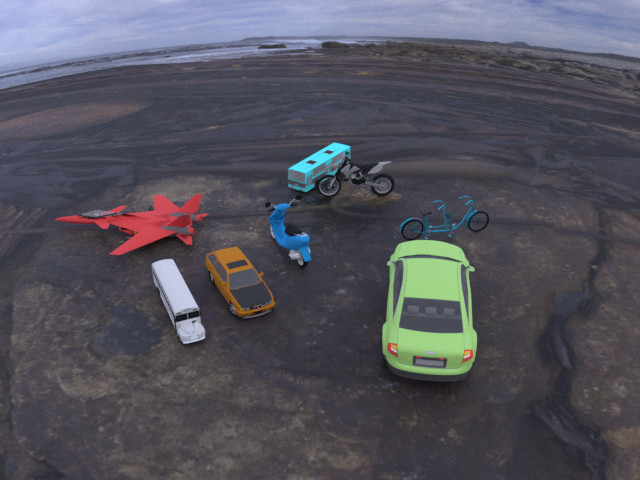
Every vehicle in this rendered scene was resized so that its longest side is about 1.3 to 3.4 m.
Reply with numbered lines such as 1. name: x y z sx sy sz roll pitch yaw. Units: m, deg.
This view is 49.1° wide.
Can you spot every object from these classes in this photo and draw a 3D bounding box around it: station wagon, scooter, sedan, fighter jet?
1. station wagon: -1.208 0.575 10.421 0.682 0.473 1.597 -13 32 -22
2. scooter: -0.511 -0.186 11.328 0.662 0.919 1.399 -15 32 -24
3. sedan: 1.512 0.734 9.660 1.235 0.940 3.137 4 29 7
4. fighter jet: -3.367 -0.435 12.144 2.640 0.557 2.229 3 29 6

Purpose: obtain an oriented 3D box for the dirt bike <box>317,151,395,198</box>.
1. dirt bike: 0.681 -1.199 13.204 1.493 0.857 0.527 -2 29 -3

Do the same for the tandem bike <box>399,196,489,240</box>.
1. tandem bike: 2.132 -0.367 11.894 1.642 0.682 0.283 -7 30 -12

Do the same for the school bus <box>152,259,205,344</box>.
1. school bus: -2.023 0.858 9.956 0.365 0.434 1.708 -12 32 -21

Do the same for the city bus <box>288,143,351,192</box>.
1. city bus: 0.010 -1.455 14.069 0.476 0.460 1.674 18 34 29
